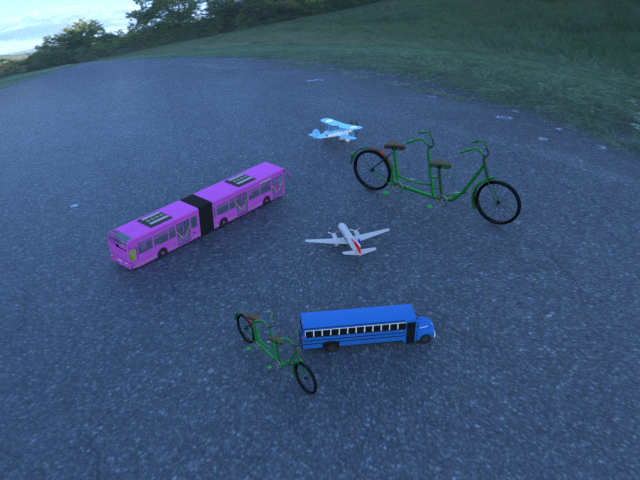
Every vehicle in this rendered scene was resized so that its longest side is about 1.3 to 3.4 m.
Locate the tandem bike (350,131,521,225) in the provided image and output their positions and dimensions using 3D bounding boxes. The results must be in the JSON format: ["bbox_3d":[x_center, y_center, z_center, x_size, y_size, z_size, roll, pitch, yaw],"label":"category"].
[{"bbox_3d":[1.878,-1.172,11.795,3.192,1.326,0.550,18,35,29],"label":"tandem bike"}]

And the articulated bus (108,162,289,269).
[{"bbox_3d":[-1.852,-0.472,11.347,0.605,0.561,3.401,23,37,34],"label":"articulated bus"}]

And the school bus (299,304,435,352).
[{"bbox_3d":[0.601,1.090,8.770,1.708,0.434,0.365,-4,30,-7],"label":"school bus"}]

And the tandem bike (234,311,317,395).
[{"bbox_3d":[-0.556,1.212,8.310,0.283,0.682,1.642,-22,37,-33],"label":"tandem bike"}]

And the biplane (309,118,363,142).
[{"bbox_3d":[0.295,-2.232,14.453,1.090,0.504,1.336,-18,35,-28],"label":"biplane"}]

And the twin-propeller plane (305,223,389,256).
[{"bbox_3d":[0.458,-0.058,10.784,1.370,0.407,1.095,-8,31,-13],"label":"twin-propeller plane"}]
